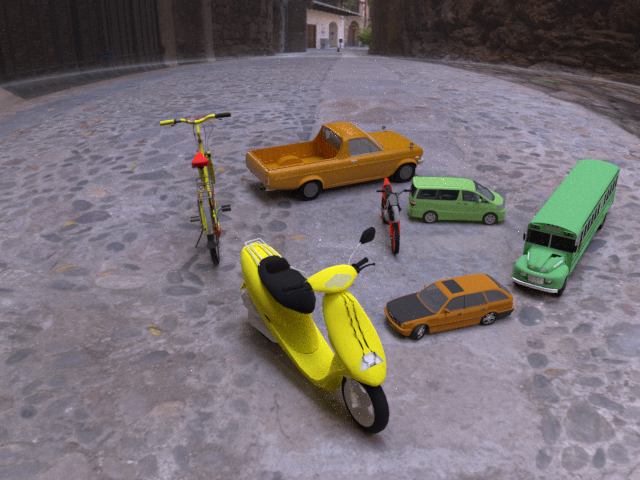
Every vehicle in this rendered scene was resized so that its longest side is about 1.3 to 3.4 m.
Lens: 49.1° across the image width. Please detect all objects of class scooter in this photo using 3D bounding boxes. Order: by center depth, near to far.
[{"bbox_3d":[-0.140,0.695,7.394,1.288,1.786,2.721,-18,33,-30],"label":"scooter"}]

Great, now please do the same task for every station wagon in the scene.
[{"bbox_3d":[1.588,0.774,8.653,1.597,0.473,0.682,-9,29,-16],"label":"station wagon"}]

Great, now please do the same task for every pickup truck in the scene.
[{"bbox_3d":[0.289,-1.497,12.411,3.117,0.993,1.244,-12,30,-22],"label":"pickup truck"}]

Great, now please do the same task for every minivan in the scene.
[{"bbox_3d":[2.198,-0.653,11.211,1.548,0.616,0.681,2,28,3],"label":"minivan"}]

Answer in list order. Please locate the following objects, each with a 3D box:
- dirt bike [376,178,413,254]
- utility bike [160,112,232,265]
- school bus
[{"bbox_3d":[1.073,-0.431,10.531,0.527,0.857,1.493,-1,28,-3],"label":"dirt bike"},{"bbox_3d":[-1.756,-0.861,10.294,1.039,1.839,2.791,-4,28,-8],"label":"utility bike"},{"bbox_3d":[3.646,-0.265,10.229,0.709,0.844,3.322,16,32,28],"label":"school bus"}]
